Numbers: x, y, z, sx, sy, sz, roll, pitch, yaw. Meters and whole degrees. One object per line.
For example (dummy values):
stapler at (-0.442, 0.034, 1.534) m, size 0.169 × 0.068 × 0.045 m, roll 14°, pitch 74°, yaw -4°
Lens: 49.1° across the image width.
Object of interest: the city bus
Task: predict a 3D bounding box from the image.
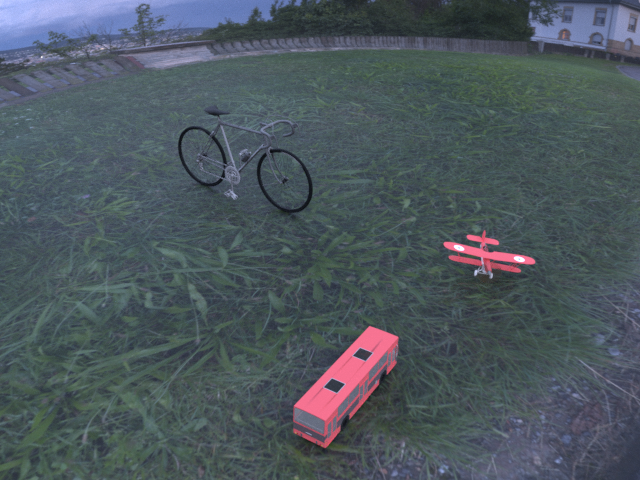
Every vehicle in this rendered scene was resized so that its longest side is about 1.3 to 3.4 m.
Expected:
city bus at (0.333, 1.660, 8.037) m, size 0.476 × 0.460 × 1.674 m, roll 18°, pitch 35°, yaw 28°

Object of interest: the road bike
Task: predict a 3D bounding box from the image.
road bike at (-1.375, -1.469, 12.163) m, size 3.004 × 1.656 × 0.697 m, roll 19°, pitch 35°, yaw 28°

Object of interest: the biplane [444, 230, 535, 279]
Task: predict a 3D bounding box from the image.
biplane at (2.484, 0.230, 10.416) m, size 1.336 × 0.504 × 1.090 m, roll 3°, pitch 31°, yaw 5°
